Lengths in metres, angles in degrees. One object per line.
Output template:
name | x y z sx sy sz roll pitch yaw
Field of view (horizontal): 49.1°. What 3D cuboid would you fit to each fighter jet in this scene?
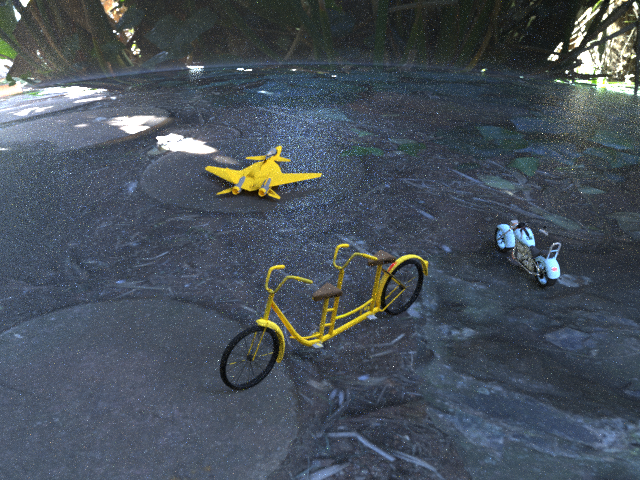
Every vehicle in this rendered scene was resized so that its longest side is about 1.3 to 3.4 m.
fighter jet | -1.039 -1.510 13.314 2.229 0.557 2.640 5 27 9

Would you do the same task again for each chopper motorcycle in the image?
chopper motorcycle | 2.942 0.068 10.001 0.466 0.761 1.563 -7 28 -14

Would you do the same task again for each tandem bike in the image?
tandem bike | 0.176 0.691 8.159 3.192 1.326 0.550 -21 34 -35
